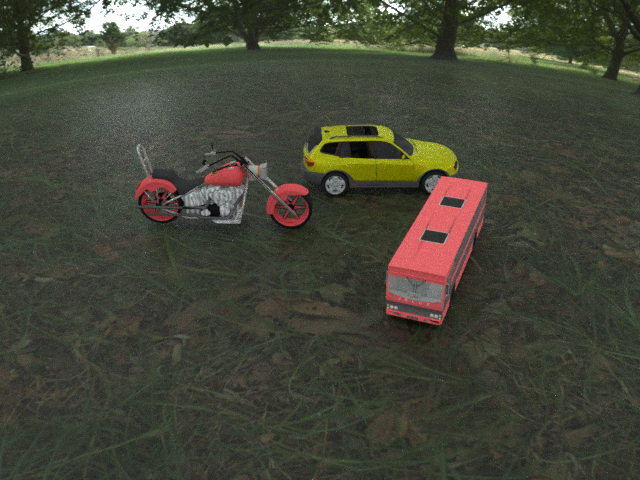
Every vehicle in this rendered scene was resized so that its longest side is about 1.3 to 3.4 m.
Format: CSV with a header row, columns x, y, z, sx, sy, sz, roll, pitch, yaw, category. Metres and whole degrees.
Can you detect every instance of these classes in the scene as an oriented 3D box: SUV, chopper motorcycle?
x,y,z,sx,sy,sz,roll,pitch,yaw,category
1.158,-1.609,13.555,3.058,1.128,1.276,-1,29,-1,SUV
-1.646,-0.907,11.908,3.040,1.480,0.906,1,29,1,chopper motorcycle

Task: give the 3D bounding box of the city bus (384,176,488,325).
x,y,z,sx,sy,sz,roll,pitch,yaw,category
1.854,0.076,10.725,0.926,0.894,3.255,11,30,19,city bus
